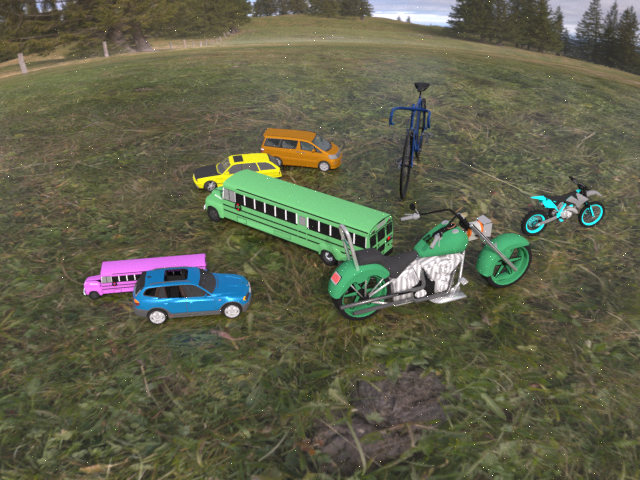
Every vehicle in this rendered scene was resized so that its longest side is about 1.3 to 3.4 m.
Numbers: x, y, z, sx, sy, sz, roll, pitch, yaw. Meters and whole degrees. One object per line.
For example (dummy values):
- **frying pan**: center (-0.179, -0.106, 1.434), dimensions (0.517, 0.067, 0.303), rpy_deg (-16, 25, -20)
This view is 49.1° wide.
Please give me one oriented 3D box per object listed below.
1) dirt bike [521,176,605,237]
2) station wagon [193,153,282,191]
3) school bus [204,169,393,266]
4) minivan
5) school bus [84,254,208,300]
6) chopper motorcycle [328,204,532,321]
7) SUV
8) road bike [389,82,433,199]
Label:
- **dirt bike**: center (3.889, -0.510, 11.098), dimensions (1.493, 0.857, 0.527), rpy_deg (-8, 31, -13)
- **station wagon**: center (-1.519, -1.271, 12.783), dimensions (1.597, 0.473, 0.682), rpy_deg (-6, 31, -11)
- **school bus**: center (-0.452, -0.393, 10.911), dimensions (3.322, 0.844, 0.709), rpy_deg (20, 36, 30)
- **minivan**: center (-0.349, -1.753, 13.468), dimensions (1.548, 0.616, 0.681), rpy_deg (6, 31, 11)
- **school bus**: center (-2.434, 0.500, 9.788), dimensions (1.708, 0.434, 0.365), rpy_deg (-5, 31, -8)
- **chopper motorcycle**: center (1.537, 0.207, 9.253), dimensions (3.040, 1.480, 0.906), rpy_deg (-12, 32, -19)
- **SUV**: center (-1.704, 0.680, 9.334), dimensions (1.572, 0.580, 0.656), rpy_deg (-4, 31, -7)
- **road bike**: center (1.730, -1.949, 12.771), dimensions (0.697, 1.656, 3.004), rpy_deg (8, 31, 13)
